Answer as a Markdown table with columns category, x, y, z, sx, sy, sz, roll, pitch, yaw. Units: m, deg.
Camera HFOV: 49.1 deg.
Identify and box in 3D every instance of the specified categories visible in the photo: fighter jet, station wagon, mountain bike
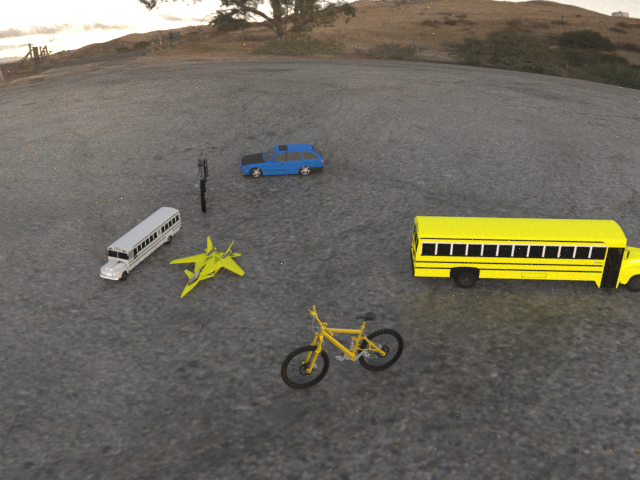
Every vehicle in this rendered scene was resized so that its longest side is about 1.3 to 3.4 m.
| category | x | y | z | sx | sy | sz | roll | pitch | yaw |
| --- | --- | --- | --- | --- | --- | --- | --- | --- | --- |
| fighter jet | -1.653 | 0.388 | 9.882 | 1.147 | 0.286 | 1.358 | 8 | 29 | 15 |
| station wagon | -0.732 | -1.533 | 13.321 | 1.597 | 0.473 | 0.682 | -4 | 28 | -7 |
| mountain bike | 0.266 | 1.187 | 7.744 | 1.469 | 0.868 | 0.573 | -10 | 29 | -18 |
| mountain bike | -2.012 | -1.086 | 12.051 | 0.573 | 0.868 | 1.469 | -3 | 28 | -6 |

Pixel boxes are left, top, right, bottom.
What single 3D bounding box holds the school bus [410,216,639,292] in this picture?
| category | x | y | z | sx | sy | sz | roll | pitch | yaw |
| --- | --- | --- | --- | --- | --- | --- | --- | --- | --- |
| school bus | 2.950 | 0.166 | 9.704 | 3.322 | 0.844 | 0.709 | 1 | 28 | 2 |

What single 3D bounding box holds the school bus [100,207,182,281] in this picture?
| category | x | y | z | sx | sy | sz | roll | pitch | yaw |
| --- | --- | --- | --- | --- | --- | --- | --- | --- | --- |
| school bus | -2.646 | 0.044 | 10.374 | 0.365 | 0.434 | 1.708 | 10 | 29 | 18 |
